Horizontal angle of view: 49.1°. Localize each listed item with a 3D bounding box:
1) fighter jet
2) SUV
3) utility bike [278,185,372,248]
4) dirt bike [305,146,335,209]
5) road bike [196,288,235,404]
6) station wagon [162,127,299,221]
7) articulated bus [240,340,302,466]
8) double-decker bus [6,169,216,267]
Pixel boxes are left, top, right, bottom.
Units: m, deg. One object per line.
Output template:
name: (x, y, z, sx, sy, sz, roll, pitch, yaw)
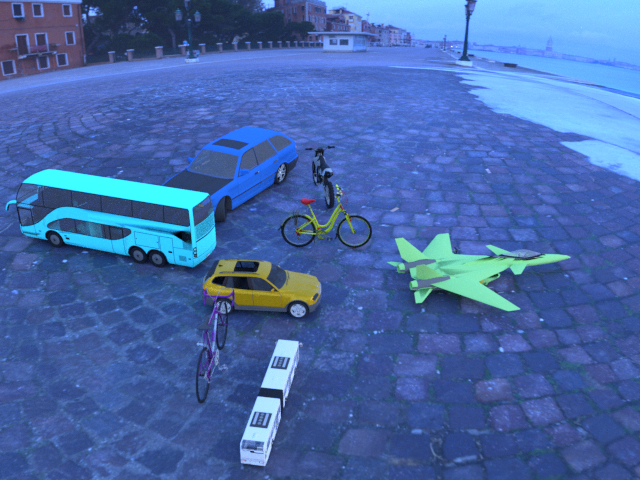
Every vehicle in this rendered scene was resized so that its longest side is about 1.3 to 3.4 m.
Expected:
fighter jet: (2.381, 0.253, 9.837, 2.640, 0.557, 2.229, -7, 28, -13)
SUV: (-0.761, 0.594, 9.153, 1.572, 0.580, 0.656, 2, 27, 4)
utility bike: (0.073, -0.342, 10.563, 1.435, 0.946, 0.535, 1, 27, 2)
dirt bike: (0.037, -1.170, 12.260, 0.527, 0.857, 1.493, -6, 28, -11)
road bike: (-1.206, 1.114, 7.851, 0.358, 0.852, 1.545, 2, 27, 4)
station wagon: (-1.596, -1.250, 12.347, 1.327, 0.920, 3.105, 14, 30, 25)
articulated bus: (-0.499, 1.659, 7.411, 0.311, 0.289, 1.749, 4, 28, 8)
double-decker bus: (-3.130, -0.356, 10.475, 3.251, 1.052, 0.756, 10, 29, 18)
